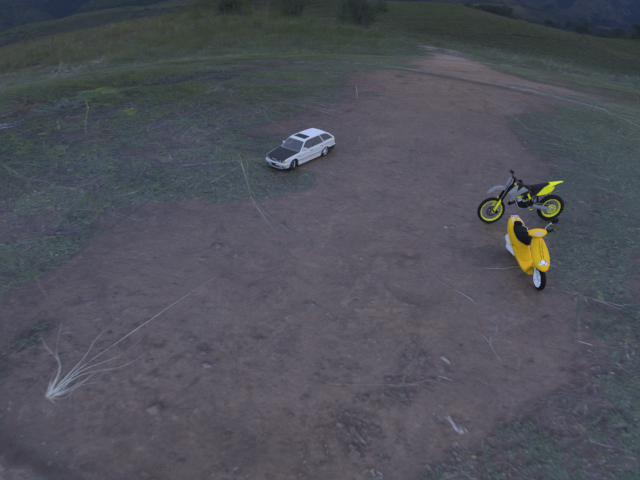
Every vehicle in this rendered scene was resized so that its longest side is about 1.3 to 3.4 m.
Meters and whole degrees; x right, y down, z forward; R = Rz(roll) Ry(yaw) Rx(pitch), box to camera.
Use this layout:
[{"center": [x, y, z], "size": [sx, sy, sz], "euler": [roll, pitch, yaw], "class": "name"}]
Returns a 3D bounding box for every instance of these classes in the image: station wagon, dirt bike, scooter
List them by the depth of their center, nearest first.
[{"center": [3.030, 0.036, 10.205], "size": [0.662, 0.919, 1.399], "euler": [-4, 29, -6], "class": "scooter"}, {"center": [3.349, -0.682, 11.570], "size": [1.493, 0.857, 0.527], "euler": [-3, 29, -6], "class": "dirt bike"}, {"center": [-0.390, -1.869, 14.116], "size": [0.682, 0.473, 1.597], "euler": [22, 36, 35], "class": "station wagon"}]
